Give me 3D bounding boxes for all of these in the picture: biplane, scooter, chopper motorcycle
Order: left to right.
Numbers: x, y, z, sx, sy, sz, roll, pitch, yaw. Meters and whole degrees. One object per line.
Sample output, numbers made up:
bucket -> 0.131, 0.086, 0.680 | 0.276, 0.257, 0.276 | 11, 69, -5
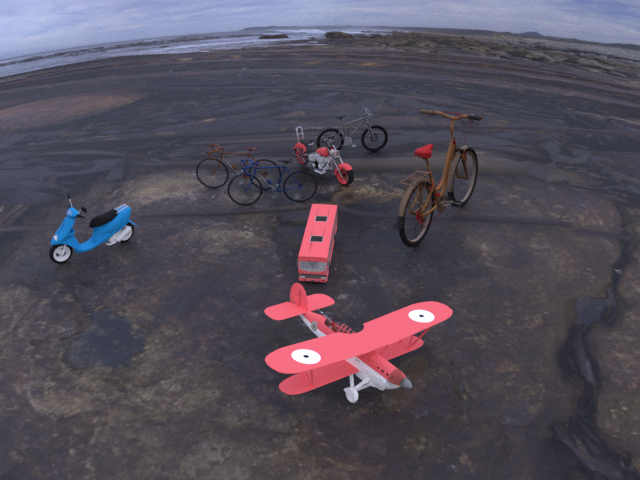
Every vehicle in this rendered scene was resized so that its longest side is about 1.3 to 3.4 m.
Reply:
scooter -> -3.437, -0.227, 10.538 | 1.399, 0.919, 0.662 | -22, 36, -33
chopper motorcycle -> 0.056, -1.574, 13.083 | 0.466, 0.761, 1.563 | -24, 37, -35
biplane -> 0.319, 1.148, 8.041 | 2.598, 0.981, 2.120 | -22, 36, -33

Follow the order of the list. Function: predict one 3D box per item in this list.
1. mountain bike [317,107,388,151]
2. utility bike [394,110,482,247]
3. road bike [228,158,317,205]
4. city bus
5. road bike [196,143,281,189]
mountain bike -> 0.654, -2.142, 13.980 | 1.469, 0.868, 0.573 | -5, 30, -9
utility bike -> 1.842, -1.088, 11.126 | 1.039, 1.839, 2.791 | 19, 35, 30
road bike -> -0.812, -1.002, 11.979 | 1.545, 0.852, 0.358 | -4, 30, -7
city bus -> -0.015, 0.032, 10.545 | 0.476, 0.460, 1.674 | 3, 30, 5
road bike -> -1.461, -1.297, 12.500 | 1.545, 0.852, 0.358 | 1, 29, 3
